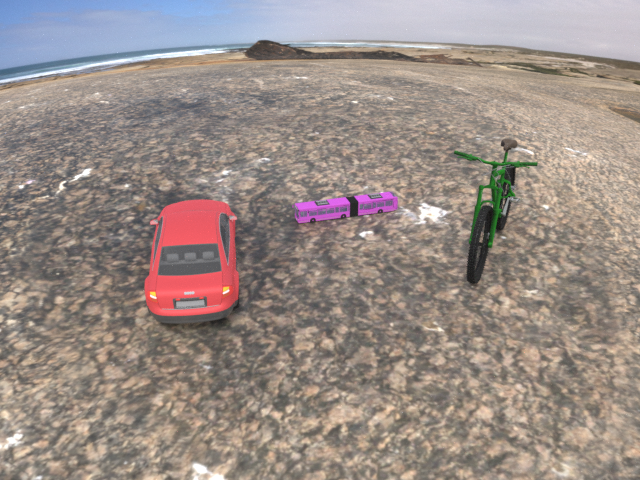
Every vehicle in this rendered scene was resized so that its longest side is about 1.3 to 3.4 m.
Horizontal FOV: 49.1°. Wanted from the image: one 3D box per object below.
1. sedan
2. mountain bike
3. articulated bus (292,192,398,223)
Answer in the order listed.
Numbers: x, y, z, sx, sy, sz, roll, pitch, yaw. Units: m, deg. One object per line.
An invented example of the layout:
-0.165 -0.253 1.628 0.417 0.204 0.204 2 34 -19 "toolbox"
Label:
-1.750 0.068 9.724 1.235 0.940 3.137 -3 28 -7 "sedan"
2.546 -0.582 10.156 1.114 1.688 2.857 12 30 21 "mountain bike"
0.431 -0.543 11.588 1.749 0.289 0.311 -8 29 -15 "articulated bus"
